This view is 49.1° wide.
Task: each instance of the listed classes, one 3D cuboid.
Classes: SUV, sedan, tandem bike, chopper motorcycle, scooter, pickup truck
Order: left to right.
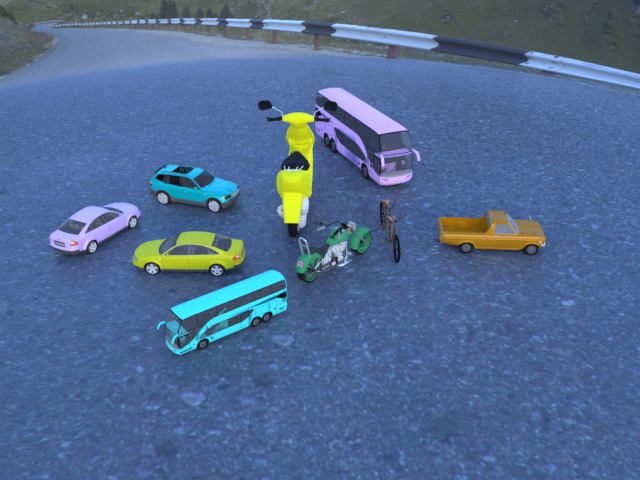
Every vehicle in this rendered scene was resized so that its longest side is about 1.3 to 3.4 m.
[{"bbox_3d":[-3.453,-0.266,10.850,0.635,0.483,1.613,13,31,23],"label":"sedan"},{"bbox_3d":[-1.887,0.160,10.049,1.613,0.483,0.635,1,28,2],"label":"sedan"},{"bbox_3d":[-2.149,-0.923,11.982,1.572,0.580,0.656,9,29,17],"label":"SUV"},{"bbox_3d":[-0.371,-1.304,11.413,1.288,1.786,2.721,1,28,2],"label":"scooter"},{"bbox_3d":[0.223,0.060,9.942,0.466,0.761,1.563,22,35,35],"label":"chopper motorcycle"},{"bbox_3d":[1.063,-0.275,10.656,0.283,0.682,1.642,-2,28,-4],"label":"tandem bike"},{"bbox_3d":[2.582,-0.146,10.596,1.603,0.511,0.640,2,28,3],"label":"pickup truck"}]

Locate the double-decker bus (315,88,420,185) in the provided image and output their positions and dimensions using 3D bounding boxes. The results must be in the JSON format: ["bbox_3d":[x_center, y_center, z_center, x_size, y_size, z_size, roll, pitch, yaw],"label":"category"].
[{"bbox_3d":[0.801,-2.031,13.563,0.756,1.052,3.251,-11,30,-20],"label":"double-decker bus"}]

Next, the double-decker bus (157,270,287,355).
[{"bbox_3d":[-1.157,0.886,8.623,1.672,0.541,0.389,-20,34,-33],"label":"double-decker bus"}]
